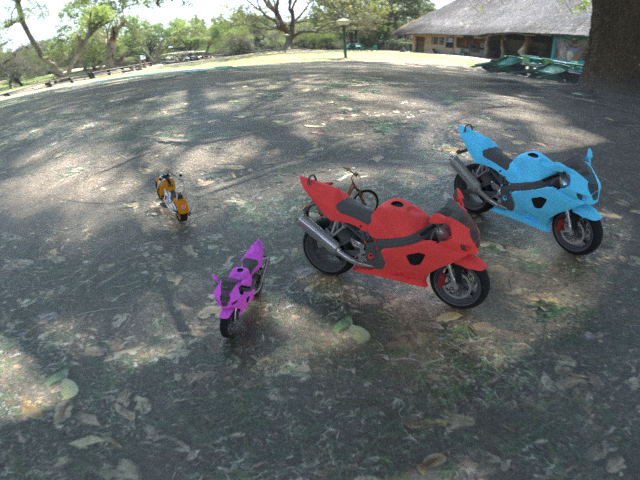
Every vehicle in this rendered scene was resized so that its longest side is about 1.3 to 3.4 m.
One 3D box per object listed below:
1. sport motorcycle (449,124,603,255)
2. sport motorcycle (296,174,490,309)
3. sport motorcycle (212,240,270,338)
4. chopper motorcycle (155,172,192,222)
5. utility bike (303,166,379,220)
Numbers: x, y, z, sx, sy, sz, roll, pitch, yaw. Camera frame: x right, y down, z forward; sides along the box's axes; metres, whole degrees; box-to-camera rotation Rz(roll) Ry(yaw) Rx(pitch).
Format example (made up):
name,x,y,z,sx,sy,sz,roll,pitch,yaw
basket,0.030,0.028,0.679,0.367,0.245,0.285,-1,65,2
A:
name,x,y,z,sx,sy,sz,roll,pitch,yaw
sport motorcycle,3.405,-0.875,11.648,0.983,1.596,2.955,-21,35,-34
sport motorcycle,1.013,0.009,9.993,2.955,1.596,0.983,14,31,25
sport motorcycle,-1.067,0.657,9.603,0.506,0.821,1.520,7,29,13
chopper motorcycle,-2.681,-0.879,12.540,0.466,0.761,1.563,-14,31,-25
utility bike,0.353,-0.759,12.120,1.435,0.946,0.535,-11,30,-19
